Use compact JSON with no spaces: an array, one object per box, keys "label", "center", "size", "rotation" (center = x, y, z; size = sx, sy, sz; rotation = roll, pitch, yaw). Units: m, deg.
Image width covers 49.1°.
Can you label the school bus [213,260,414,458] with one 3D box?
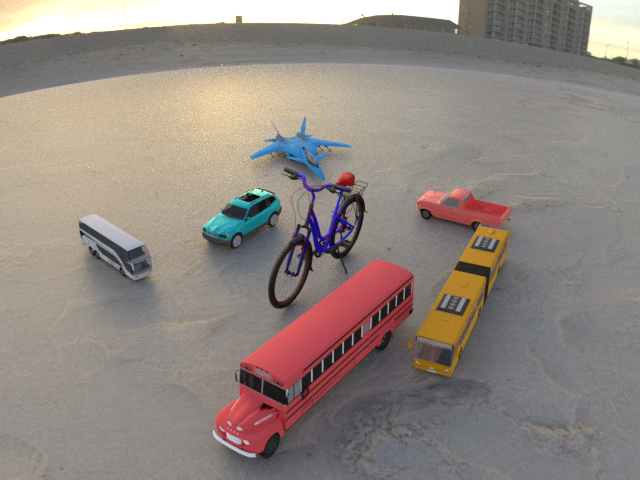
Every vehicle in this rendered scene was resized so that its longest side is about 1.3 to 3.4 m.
[{"label":"school bus","center":[0.031,1.305,8.370],"size":[0.709,0.844,3.322],"rotation":[19,33,31]}]

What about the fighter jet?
[{"label":"fighter jet","center":[-0.323,-1.902,14.674],"size":[2.229,0.557,2.640],"rotation":[-9,29,-16]}]

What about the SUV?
[{"label":"SUV","center":[-1.307,-0.406,11.850],"size":[0.656,0.580,1.572],"rotation":[18,33,31]}]

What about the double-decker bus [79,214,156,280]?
[{"label":"double-decker bus","center":[-3.197,0.111,10.924],"size":[1.672,0.541,0.389],"rotation":[25,37,39]}]

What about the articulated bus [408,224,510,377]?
[{"label":"articulated bus","center":[2.052,0.708,9.785],"size":[0.605,0.561,3.401],"rotation":[12,30,22]}]

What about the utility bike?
[{"label":"utility bike","center":[0.127,-0.210,10.149],"size":[1.039,1.839,2.791],"rotation":[15,32,27]}]

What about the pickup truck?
[{"label":"pickup truck","center":[2.500,-0.577,12.244],"size":[1.603,0.511,0.640],"rotation":[16,32,27]}]
